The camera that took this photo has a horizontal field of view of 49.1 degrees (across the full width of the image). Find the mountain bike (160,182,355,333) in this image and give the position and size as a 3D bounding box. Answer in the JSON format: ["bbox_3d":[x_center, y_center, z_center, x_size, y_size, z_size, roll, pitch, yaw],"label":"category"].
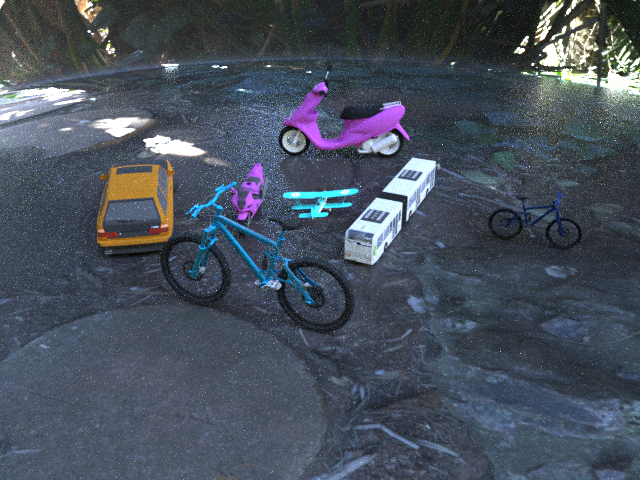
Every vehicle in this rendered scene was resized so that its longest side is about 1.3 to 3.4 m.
[{"bbox_3d":[-0.887,0.292,9.173,2.857,1.688,1.114,11,30,19],"label":"mountain bike"}]

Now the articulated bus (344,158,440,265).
[{"bbox_3d":[1.284,-0.582,11.974,0.605,0.561,3.401,12,31,21],"label":"articulated bus"}]

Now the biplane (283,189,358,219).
[{"bbox_3d":[-0.036,-0.610,12.087,1.336,0.504,1.090,6,29,11],"label":"biplane"}]

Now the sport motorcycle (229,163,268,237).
[{"bbox_3d":[-1.188,-0.694,11.909,0.506,0.821,1.520,3,29,6],"label":"sport motorcycle"}]

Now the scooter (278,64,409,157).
[{"bbox_3d":[0.486,-2.553,14.333,2.721,1.786,1.288,2,28,3],"label":"scooter"}]

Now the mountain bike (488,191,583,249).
[{"bbox_3d":[3.438,-0.320,11.166,1.469,0.868,0.573,11,30,19],"label":"mountain bike"}]

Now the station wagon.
[{"bbox_3d":[-3.127,-0.815,12.028,1.327,0.920,3.105,-5,29,-9],"label":"station wagon"}]
